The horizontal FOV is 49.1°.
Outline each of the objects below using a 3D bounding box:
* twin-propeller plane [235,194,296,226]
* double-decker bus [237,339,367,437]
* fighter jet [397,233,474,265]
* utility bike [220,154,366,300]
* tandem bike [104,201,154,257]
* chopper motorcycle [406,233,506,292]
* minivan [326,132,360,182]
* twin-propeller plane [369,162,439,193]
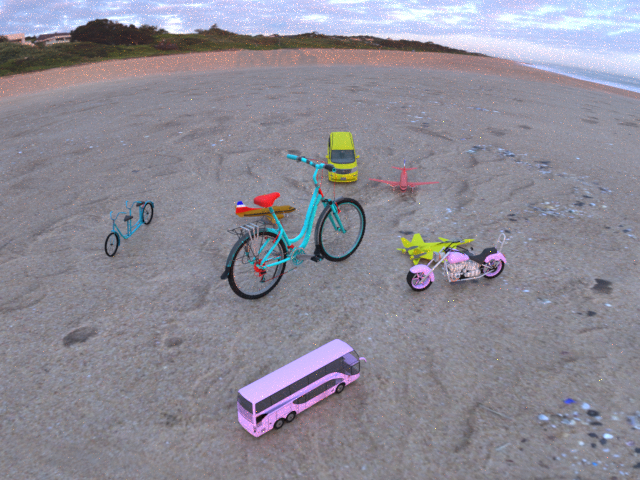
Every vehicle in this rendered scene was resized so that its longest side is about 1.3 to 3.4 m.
[{"bbox_3d":[-0.959,-0.554,12.426,1.095,0.407,1.370,-7,29,-13],"label":"twin-propeller plane"},{"bbox_3d":[-0.194,1.660,8.076,1.672,0.541,0.389,-22,35,-36],"label":"double-decker bus"},{"bbox_3d":[1.975,0.052,11.404,1.358,0.286,1.147,-12,30,-22],"label":"fighter jet"},{"bbox_3d":[-0.387,-0.270,10.350,2.791,1.839,1.039,-22,35,-36],"label":"utility bike"},{"bbox_3d":[-3.175,-0.326,11.698,0.283,0.682,1.642,7,29,14],"label":"tandem bike"},{"bbox_3d":[2.042,0.325,10.375,1.563,0.761,0.466,-7,29,-13],"label":"chopper motorcycle"},{"bbox_3d":[0.452,-1.707,14.393,0.681,0.616,1.548,0,28,-1],"label":"minivan"},{"bbox_3d":[1.643,-1.228,13.706,1.370,0.407,1.095,3,28,6],"label":"twin-propeller plane"}]
